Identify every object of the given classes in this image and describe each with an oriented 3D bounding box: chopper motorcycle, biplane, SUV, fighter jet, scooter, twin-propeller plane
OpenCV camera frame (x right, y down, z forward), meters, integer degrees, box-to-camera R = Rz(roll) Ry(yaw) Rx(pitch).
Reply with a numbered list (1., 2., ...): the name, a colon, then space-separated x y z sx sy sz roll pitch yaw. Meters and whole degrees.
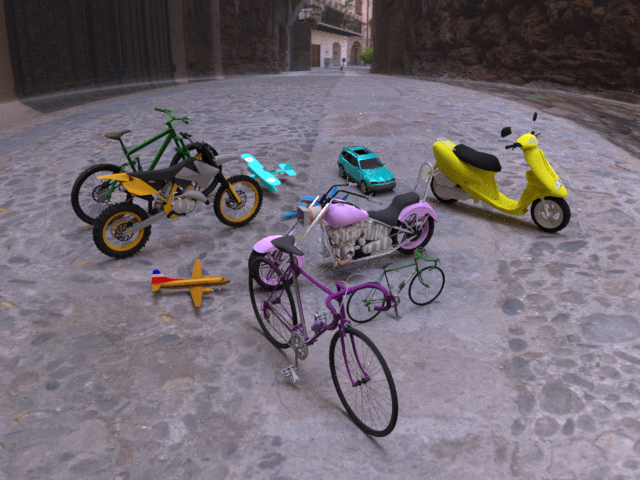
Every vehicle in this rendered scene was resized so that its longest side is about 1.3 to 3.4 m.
1. chopper motorcycle: 0.398 -0.220 10.168 3.040 1.480 0.906 -12 29 -24
2. biplane: -0.994 -1.247 13.391 1.090 0.504 1.336 -15 30 -29
3. SUV: 0.890 -1.393 13.604 0.656 0.580 1.572 -11 28 -21
4. fighter jet: -0.123 -0.623 12.358 1.358 0.286 1.147 -16 30 -30
5. scooter: 3.007 -1.232 11.896 2.721 1.786 1.288 20 32 34
6. twin-propeller plane: -1.808 0.558 9.795 1.095 0.407 1.370 -4 26 -8

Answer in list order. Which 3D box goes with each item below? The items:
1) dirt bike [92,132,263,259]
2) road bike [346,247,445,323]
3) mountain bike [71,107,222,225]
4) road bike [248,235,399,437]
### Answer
1. dirt bike: -2.190 -0.738 11.017 2.903 1.666 1.024 -17 30 -30
2. road bike: 1.022 0.601 9.198 1.545 0.852 0.358 -13 29 -25
3. mountain bike: -2.936 -1.263 12.072 2.857 1.688 1.114 -20 32 -35
4. road bike: -0.081 0.882 7.703 0.696 1.656 3.004 -16 30 -29
